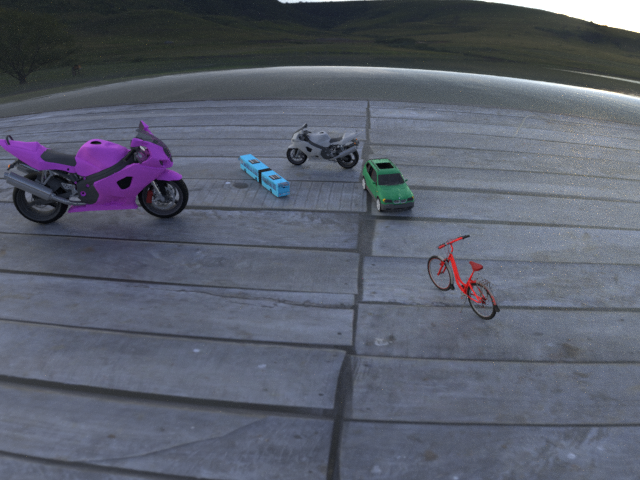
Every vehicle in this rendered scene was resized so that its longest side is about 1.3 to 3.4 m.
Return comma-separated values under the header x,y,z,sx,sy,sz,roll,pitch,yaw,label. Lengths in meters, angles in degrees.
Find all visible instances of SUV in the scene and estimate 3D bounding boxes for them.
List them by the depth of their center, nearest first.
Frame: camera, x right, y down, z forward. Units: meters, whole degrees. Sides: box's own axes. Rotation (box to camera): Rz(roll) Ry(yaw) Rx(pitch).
x,y,z,sx,sy,sz,roll,pitch,yaw,label
1.217,-1.025,12.714,0.656,0.580,1.572,-6,28,-11,SUV

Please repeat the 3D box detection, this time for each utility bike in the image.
x,y,z,sx,sy,sz,roll,pitch,yaw,label
1.879,0.478,9.411,0.535,0.946,1.435,-16,31,-28,utility bike

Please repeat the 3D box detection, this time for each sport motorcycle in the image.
x,y,z,sx,sy,sz,roll,pitch,yaw,label
-3.715,-1.056,11.668,2.955,1.596,0.983,-3,27,-5,sport motorcycle
0.065,-1.860,14.064,1.520,0.821,0.506,4,28,8,sport motorcycle

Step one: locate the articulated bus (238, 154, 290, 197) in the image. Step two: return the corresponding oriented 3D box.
x,y,z,sx,sy,sz,roll,pitch,yaw,label
-1.085,-1.256,13.476,0.311,0.289,1.749,-15,31,-26,articulated bus
